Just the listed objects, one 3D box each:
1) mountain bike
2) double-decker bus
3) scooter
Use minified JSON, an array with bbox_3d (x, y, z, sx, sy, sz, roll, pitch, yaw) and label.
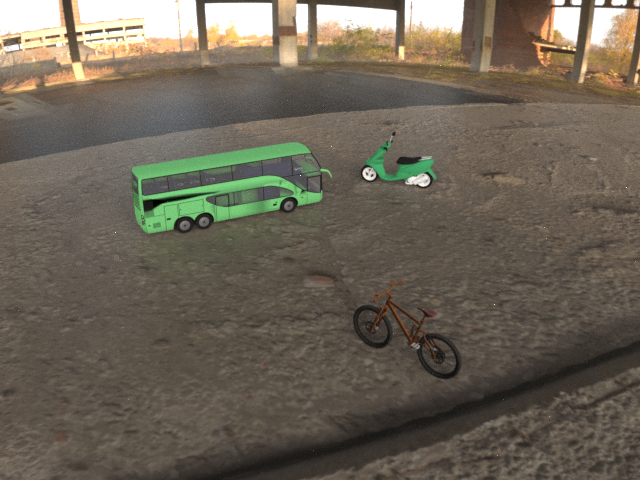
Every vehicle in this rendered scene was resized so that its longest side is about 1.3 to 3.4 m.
[{"bbox_3d":[0.978,1.026,8.006,1.469,0.868,0.573,21,34,35],"label":"mountain bike"},{"bbox_3d":[-1.424,-0.892,11.538,3.251,1.052,0.756,-12,30,-22],"label":"double-decker bus"},{"bbox_3d":[1.428,-1.424,12.718,1.399,0.919,0.662,8,28,15],"label":"scooter"}]
